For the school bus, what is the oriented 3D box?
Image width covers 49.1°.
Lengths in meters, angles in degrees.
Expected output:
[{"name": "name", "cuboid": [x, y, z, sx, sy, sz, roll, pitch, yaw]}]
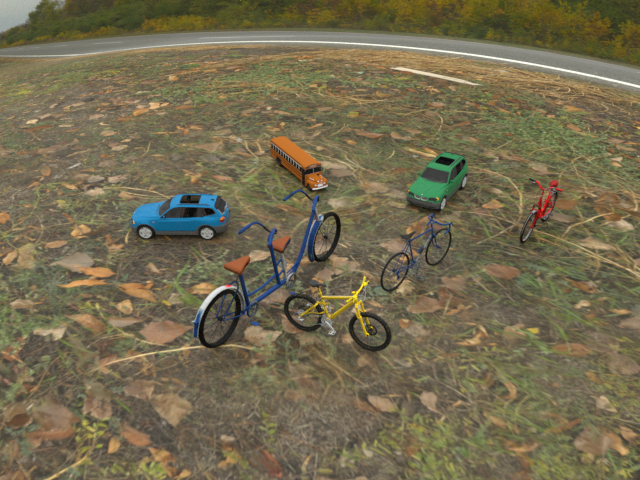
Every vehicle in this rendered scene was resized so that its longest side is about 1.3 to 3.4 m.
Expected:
[{"name": "school bus", "cuboid": [-0.396, -1.413, 12.902, 0.365, 0.434, 1.708, -16, 35, -25]}]

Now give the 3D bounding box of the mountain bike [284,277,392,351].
[{"name": "mountain bike", "cuboid": [0.201, 0.895, 8.684, 1.469, 0.868, 0.573, 14, 34, 22]}]

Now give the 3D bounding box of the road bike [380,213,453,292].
[{"name": "road bike", "cuboid": [1.389, 0.165, 9.903, 1.545, 0.852, 0.358, -26, 40, -36]}]

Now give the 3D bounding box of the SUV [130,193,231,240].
[{"name": "SUV", "cuboid": [-2.212, -0.407, 11.105, 1.572, 0.580, 0.656, 1, 31, 1]}]

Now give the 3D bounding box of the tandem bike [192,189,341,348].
[{"name": "tandem bike", "cuboid": [-0.599, 0.247, 9.311, 0.550, 1.326, 3.192, 19, 36, 29]}]

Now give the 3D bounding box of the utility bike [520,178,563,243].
[{"name": "utility bike", "cuboid": [3.530, -0.539, 10.970, 0.535, 0.946, 1.435, 21, 37, 31]}]

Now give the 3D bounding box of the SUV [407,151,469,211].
[{"name": "SUV", "cuboid": [2.072, -1.058, 12.176, 0.656, 0.580, 1.572, 18, 35, 26]}]
